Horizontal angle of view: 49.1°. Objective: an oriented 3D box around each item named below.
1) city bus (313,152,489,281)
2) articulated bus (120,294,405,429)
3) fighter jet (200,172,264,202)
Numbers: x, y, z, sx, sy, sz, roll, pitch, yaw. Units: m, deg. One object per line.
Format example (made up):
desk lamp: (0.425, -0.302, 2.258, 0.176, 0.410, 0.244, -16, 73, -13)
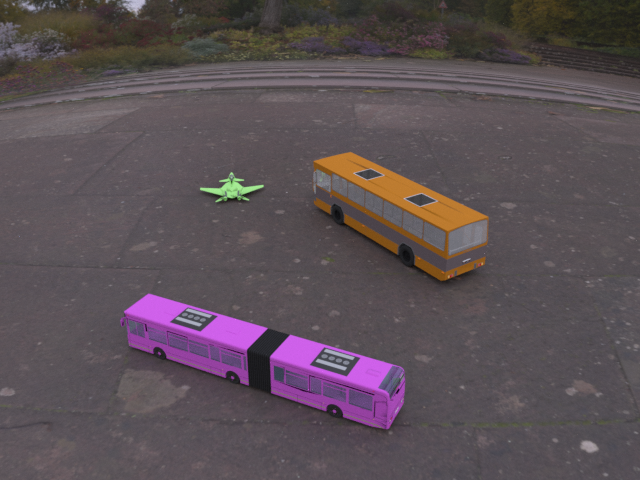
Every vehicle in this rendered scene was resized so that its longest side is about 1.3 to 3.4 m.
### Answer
city bus: (1.117, -0.423, 10.871, 0.926, 0.894, 3.255, -17, 32, -30)
articulated bus: (-0.727, 1.300, 7.863, 3.401, 0.561, 0.605, 13, 30, 23)
fighter jet: (-1.615, -1.068, 12.802, 1.147, 0.286, 1.358, -3, 27, -6)
